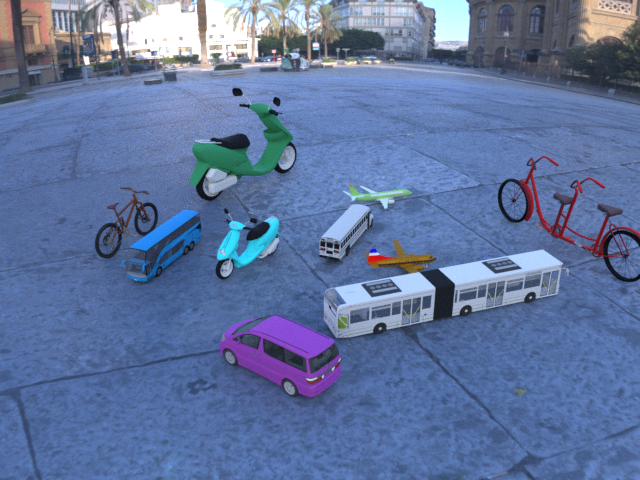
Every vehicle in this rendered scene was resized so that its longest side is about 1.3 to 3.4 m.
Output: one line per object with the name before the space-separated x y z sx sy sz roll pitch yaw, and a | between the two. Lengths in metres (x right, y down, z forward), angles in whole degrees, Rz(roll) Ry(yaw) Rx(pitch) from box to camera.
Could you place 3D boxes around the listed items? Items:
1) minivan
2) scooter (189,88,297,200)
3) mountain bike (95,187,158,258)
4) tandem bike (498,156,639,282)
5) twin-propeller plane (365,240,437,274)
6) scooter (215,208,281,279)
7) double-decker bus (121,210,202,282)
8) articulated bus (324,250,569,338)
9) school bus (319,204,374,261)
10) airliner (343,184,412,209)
minivan | -0.501 1.261 8.176 1.548 0.616 0.681 19 32 34
scooter | -1.407 -1.863 13.326 1.288 1.786 2.721 21 33 37
mountain bike | -3.071 -0.308 11.150 0.573 0.868 1.469 12 28 23
tandem bike | 3.880 -0.449 10.916 0.550 1.326 3.192 -13 29 -25
twin-propeller plane | 1.235 0.269 10.483 1.095 0.407 1.370 -5 26 -11
scooter | -1.068 -0.029 10.512 0.662 0.919 1.399 19 32 34
double-decker bus | -2.373 0.086 10.709 0.389 0.541 1.672 10 27 20
articulated bus | 1.722 0.699 9.408 3.401 0.561 0.605 -9 27 -18
school bus | 0.466 -0.170 11.364 0.365 0.434 1.708 10 27 20
airliner | 1.112 -0.902 12.893 1.307 0.429 1.161 -9 27 -18
